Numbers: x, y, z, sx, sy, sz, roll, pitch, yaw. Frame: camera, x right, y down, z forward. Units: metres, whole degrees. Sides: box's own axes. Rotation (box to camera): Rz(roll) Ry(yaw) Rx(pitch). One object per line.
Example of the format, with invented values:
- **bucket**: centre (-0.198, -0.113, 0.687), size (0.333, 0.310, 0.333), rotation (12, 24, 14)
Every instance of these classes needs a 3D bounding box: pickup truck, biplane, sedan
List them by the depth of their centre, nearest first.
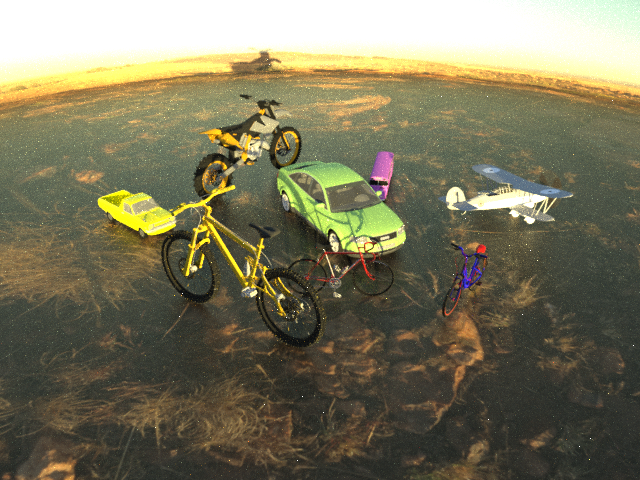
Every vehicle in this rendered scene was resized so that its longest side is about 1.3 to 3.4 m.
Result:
- **sedan**: centre (0.300, -0.681, 11.966), size (1.235, 0.940, 3.137), rotation (-13, 30, -24)
- **biplane**: centre (3.094, -0.737, 12.030), size (2.120, 0.981, 2.598), rotation (-9, 28, -17)
- **pickup truck**: centre (-3.189, -0.527, 12.135), size (1.603, 0.511, 0.640), rotation (23, 35, 37)

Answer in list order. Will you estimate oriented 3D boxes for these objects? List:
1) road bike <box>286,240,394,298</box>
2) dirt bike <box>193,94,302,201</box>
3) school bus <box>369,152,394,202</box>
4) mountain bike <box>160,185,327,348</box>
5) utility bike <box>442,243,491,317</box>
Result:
- **road bike**: centre (0.284, 0.419, 9.897), size (1.545, 0.852, 0.358), rotation (1, 27, 1)
- **dirt bike**: centre (-1.343, -1.852, 13.469), size (1.024, 1.666, 2.903), rotation (20, 33, 35)
- **school bus**: centre (1.190, -1.236, 13.616), size (0.365, 0.434, 1.708), rotation (5, 27, 9)
- **mountain bike**: centre (-1.089, 0.347, 9.115), size (2.857, 1.688, 1.114), rotation (18, 32, 32)
- **utility bike**: centre (2.096, 0.466, 9.700), size (0.535, 0.946, 1.435), rotation (18, 32, 31)
